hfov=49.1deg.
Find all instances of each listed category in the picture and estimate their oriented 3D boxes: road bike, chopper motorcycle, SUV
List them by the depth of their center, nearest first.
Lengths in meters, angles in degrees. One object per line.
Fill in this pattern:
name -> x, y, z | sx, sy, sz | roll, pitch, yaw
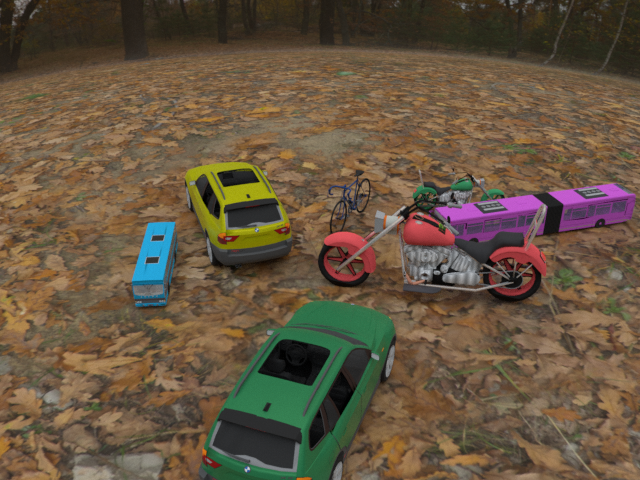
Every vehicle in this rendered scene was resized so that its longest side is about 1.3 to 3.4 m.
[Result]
SUV -> -0.103, 1.456, 7.230 | 1.276, 1.128, 3.058 | 10, 31, 18
chopper motorcycle -> 1.482, 0.074, 9.361 | 3.040, 1.480, 0.906 | 6, 30, 10
SUV -> -1.342, -0.638, 11.009 | 1.276, 1.128, 3.058 | -9, 30, -16
road bike -> 0.508, -0.652, 11.319 | 0.358, 0.852, 1.545 | 14, 32, 23
chopper motorcycle -> 2.338, -0.821, 11.718 | 1.563, 0.761, 0.466 | 0, 29, 0

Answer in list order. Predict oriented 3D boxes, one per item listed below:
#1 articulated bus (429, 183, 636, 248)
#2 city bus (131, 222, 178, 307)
articulated bus -> 3.415, -0.398, 11.161 | 3.401, 0.561, 0.605 | -8, 30, -14
city bus -> -2.319, 0.329, 9.954 | 0.476, 0.460, 1.674 | -2, 29, -4
